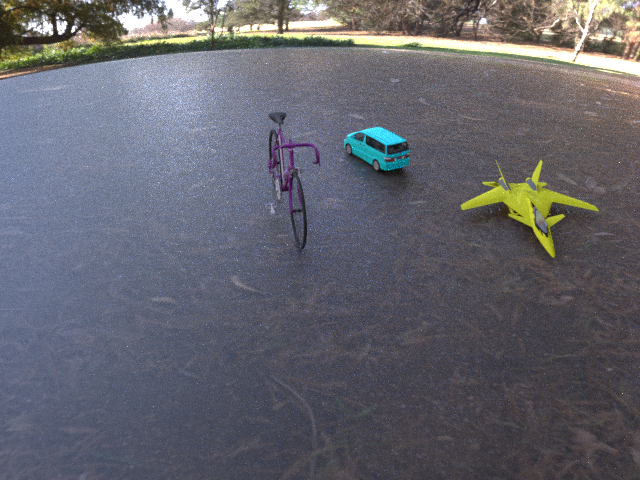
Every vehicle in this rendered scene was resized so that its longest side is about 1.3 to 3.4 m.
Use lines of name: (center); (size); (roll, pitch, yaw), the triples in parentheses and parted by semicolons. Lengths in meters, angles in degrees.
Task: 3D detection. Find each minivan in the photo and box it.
minivan: (1.072, -1.827, 13.484); (0.681, 0.616, 1.548); (-16, 33, -27)

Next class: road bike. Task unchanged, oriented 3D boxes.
road bike: (-0.549, -1.097, 11.142); (0.696, 1.656, 3.004); (-7, 30, -12)

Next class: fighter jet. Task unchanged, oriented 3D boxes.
fighter jet: (3.441, -0.543, 11.278); (2.229, 0.557, 2.640); (1, 30, 1)
